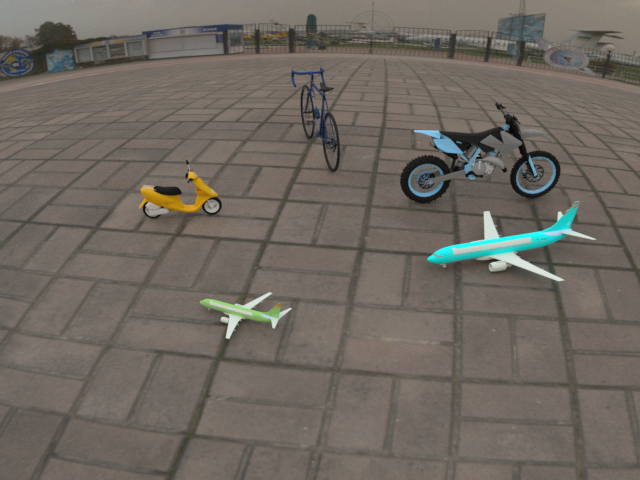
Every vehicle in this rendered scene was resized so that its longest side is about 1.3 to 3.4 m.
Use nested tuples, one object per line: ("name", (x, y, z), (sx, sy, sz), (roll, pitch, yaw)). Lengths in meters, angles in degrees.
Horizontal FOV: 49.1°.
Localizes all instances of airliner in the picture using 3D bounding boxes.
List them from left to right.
("airliner", (-1.069, 0.883, 9.380), (1.307, 0.429, 1.161), (13, 32, 22))
("airliner", (2.833, -0.076, 10.685), (2.541, 0.835, 2.257), (-8, 30, -14))

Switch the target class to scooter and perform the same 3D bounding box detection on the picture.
("scooter", (-2.395, -0.816, 11.925), (1.399, 0.919, 0.662), (-4, 29, -7))

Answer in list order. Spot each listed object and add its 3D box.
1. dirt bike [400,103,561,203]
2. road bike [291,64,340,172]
("dirt bike", (2.864, -1.455, 12.303), (2.903, 1.666, 1.024), (-2, 29, -4))
("road bike", (-0.030, -2.552, 14.283), (0.696, 1.656, 3.004), (-7, 30, -13))
